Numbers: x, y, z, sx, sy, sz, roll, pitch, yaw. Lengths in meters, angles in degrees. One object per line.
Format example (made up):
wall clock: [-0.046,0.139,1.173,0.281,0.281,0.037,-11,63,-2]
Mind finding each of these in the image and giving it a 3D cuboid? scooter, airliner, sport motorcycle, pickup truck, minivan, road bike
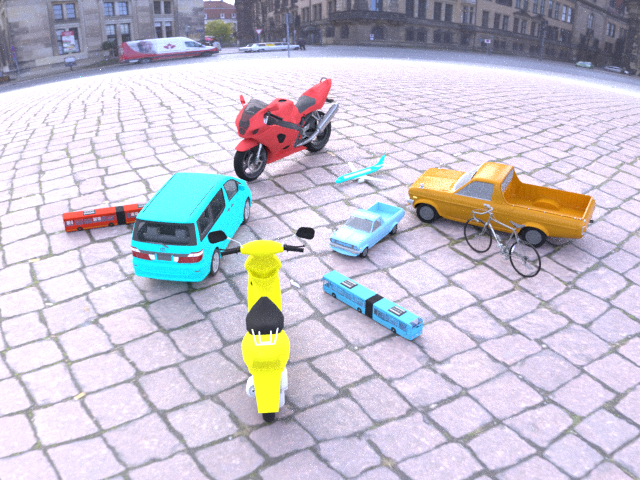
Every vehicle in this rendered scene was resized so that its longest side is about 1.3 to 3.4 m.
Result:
scooter: [-0.676,0.804,8.541,1.288,1.786,2.721,-2,29,-4]
airliner: [0.826,-1.422,13.968,1.307,0.429,1.161,-19,34,-31]
sport motorcycle: [-0.710,-2.297,14.345,0.983,1.596,2.955,21,35,33]
pickup truck: [0.807,-0.242,11.750,0.640,0.511,1.603,18,34,30]
pickup truck: [3.104,-0.728,12.131,3.117,0.993,1.244,14,32,24]
minivan: [-2.002,-0.445,11.407,1.324,1.197,3.011,5,29,9]
road bike: [2.843,-0.002,10.964,0.358,0.852,1.545,-20,35,-32]

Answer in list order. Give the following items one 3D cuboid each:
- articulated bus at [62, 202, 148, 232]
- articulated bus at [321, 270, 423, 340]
articulated bus: [-3.606,-0.423,12.307,1.749,0.289,0.311,-9,30,-16]
articulated bus: [0.706,0.899,9.916,0.311,0.289,1.749,-24,37,-37]
